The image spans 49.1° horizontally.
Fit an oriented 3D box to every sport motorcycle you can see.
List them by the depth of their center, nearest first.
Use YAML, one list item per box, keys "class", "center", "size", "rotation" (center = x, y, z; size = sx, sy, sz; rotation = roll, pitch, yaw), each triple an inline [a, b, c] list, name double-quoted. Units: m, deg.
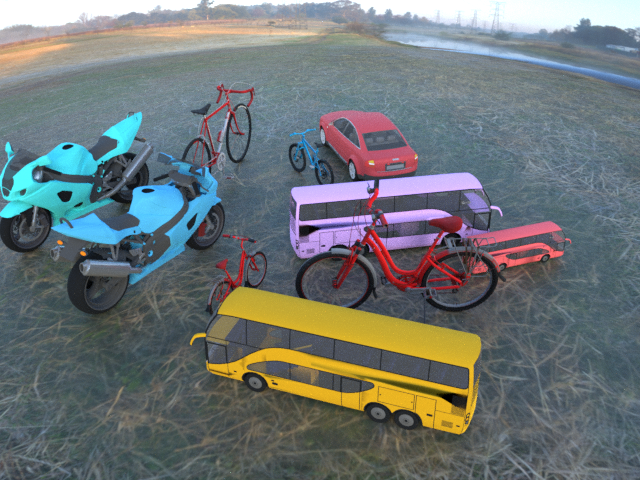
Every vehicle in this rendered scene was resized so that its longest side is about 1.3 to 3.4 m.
- class: "sport motorcycle"
  center: [-2.399, -0.143, 9.873]
  size: [0.983, 1.596, 2.955]
  rotation: [20, 35, 30]
- class: "sport motorcycle"
  center: [-3.912, -0.976, 11.304]
  size: [0.983, 1.596, 2.955]
  rotation: [19, 35, 29]

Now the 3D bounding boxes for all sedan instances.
- class: "sedan"
  center: [0.875, -2.028, 13.761]
  size: [1.235, 0.940, 3.137]
  rotation: [-9, 32, -16]

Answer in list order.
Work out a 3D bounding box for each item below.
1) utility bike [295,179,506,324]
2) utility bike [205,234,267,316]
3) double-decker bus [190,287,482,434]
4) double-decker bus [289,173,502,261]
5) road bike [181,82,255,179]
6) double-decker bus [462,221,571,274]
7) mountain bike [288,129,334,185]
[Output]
- class: "utility bike"
  center: [1.072, 0.264, 8.933]
  size: [2.791, 1.839, 1.039]
  rotation: [-1, 30, -2]
- class: "utility bike"
  center: [-1.173, 0.432, 9.531]
  size: [0.535, 0.946, 1.435]
  rotation: [15, 34, 24]
- class: "double-decker bus"
  center: [0.152, 1.309, 7.921]
  size: [3.251, 1.052, 0.756]
  rotation: [10, 32, 17]
- class: "double-decker bus"
  center: [1.148, -0.386, 10.830]
  size: [3.251, 1.052, 0.756]
  rotation: [-6, 31, -10]
- class: "road bike"
  center: [-1.857, -1.841, 12.729]
  size: [0.696, 1.656, 3.004]
  rotation: [9, 31, 15]
- class: "double-decker bus"
  center: [2.945, 0.103, 10.499]
  size: [1.672, 0.541, 0.389]
  rotation: [-10, 32, -17]
- class: "mountain bike"
  center: [-0.175, -1.514, 12.951]
  size: [0.573, 0.868, 1.469]
  rotation: [-19, 35, -29]
